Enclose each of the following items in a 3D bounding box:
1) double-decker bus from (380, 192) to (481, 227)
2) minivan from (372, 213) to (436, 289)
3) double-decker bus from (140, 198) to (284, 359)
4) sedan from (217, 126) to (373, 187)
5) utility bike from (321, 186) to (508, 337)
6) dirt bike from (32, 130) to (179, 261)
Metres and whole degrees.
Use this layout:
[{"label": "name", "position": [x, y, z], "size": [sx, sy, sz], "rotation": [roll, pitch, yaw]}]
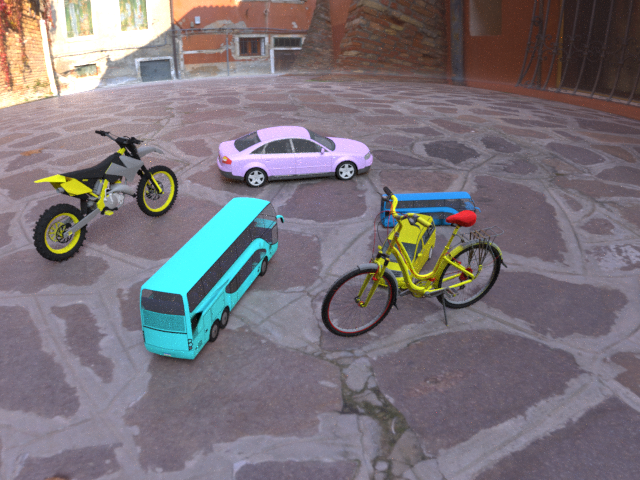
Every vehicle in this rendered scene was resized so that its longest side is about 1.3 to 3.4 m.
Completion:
[{"label": "double-decker bus", "position": [1.867, -0.517, 11.936], "size": [1.672, 0.541, 0.389], "rotation": [-2, 26, -5]}, {"label": "minivan", "position": [1.281, 0.150, 10.492], "size": [0.681, 0.616, 1.548], "rotation": [11, 28, 21]}, {"label": "double-decker bus", "position": [-1.369, 0.364, 9.560], "size": [0.756, 1.052, 3.251], "rotation": [7, 27, 15]}, {"label": "sedan", "position": [-0.488, -1.757, 14.010], "size": [3.137, 0.940, 1.235], "rotation": [-5, 27, -10]}, {"label": "utility bike", "position": [1.328, 0.303, 8.793], "size": [2.791, 1.839, 1.039], "rotation": [-12, 28, -22]}, {"label": "dirt bike", "position": [-3.400, -0.818, 11.273], "size": [1.024, 1.666, 2.903], "rotation": [17, 31, 31]}]
